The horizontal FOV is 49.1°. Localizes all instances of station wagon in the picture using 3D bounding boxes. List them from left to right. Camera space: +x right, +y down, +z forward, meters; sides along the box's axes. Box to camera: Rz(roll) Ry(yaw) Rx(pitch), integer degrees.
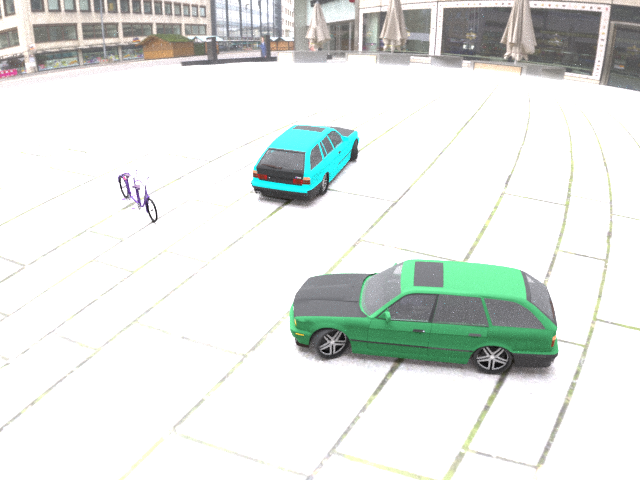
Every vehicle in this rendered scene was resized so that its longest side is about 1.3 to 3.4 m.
[{"bbox_3d":[-0.172,-1.673,13.093,1.327,0.920,3.105,9,28,18],"label":"station wagon"},{"bbox_3d":[1.181,0.781,8.256,3.105,0.920,1.327,4,27,8],"label":"station wagon"}]

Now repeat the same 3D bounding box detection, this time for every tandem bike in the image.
[{"bbox_3d":[-3.073,-0.835,11.704,0.283,0.682,1.642,-18,32,-31],"label":"tandem bike"}]
